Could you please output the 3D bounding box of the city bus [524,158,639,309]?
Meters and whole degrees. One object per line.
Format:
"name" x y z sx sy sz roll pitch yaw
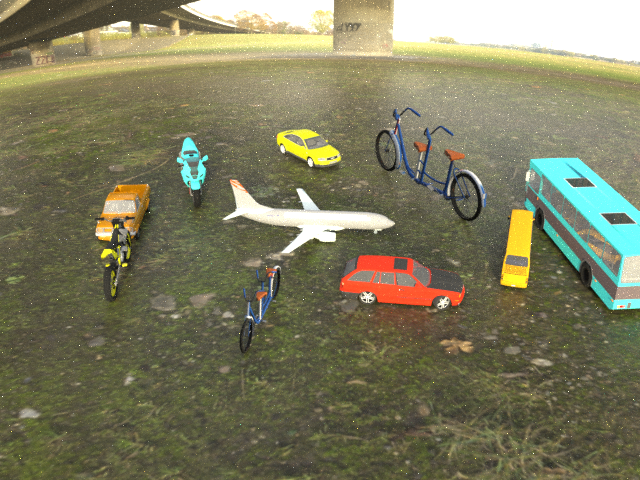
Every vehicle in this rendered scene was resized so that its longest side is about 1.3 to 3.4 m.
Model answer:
"city bus" 3.858 -0.172 9.932 0.926 0.894 3.255 -2 27 -4

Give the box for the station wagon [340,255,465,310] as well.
"station wagon" 1.069 0.512 9.067 1.597 0.473 0.682 4 28 8

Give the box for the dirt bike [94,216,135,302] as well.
"dirt bike" -2.719 0.151 9.348 0.527 0.857 1.493 -1 27 -3

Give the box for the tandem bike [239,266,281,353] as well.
"tandem bike" -0.706 0.697 8.483 0.283 0.682 1.642 6 28 11

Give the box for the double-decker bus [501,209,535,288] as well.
"double-decker bus" 2.788 0.074 9.840 0.389 0.541 1.672 8 28 15

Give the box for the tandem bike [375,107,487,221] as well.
"tandem bike" 1.781 -1.385 11.811 0.550 1.326 3.192 -13 30 -24

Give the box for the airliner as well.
"airliner" -0.129 -0.496 10.625 2.541 0.835 2.257 2 27 3

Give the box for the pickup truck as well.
"pickup truck" -3.067 -0.500 10.985 0.640 0.511 1.603 -2 27 -3

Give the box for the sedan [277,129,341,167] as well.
"sedan" -0.230 -1.834 13.597 0.635 0.483 1.613 -19 33 -32

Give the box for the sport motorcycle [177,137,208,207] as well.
"sport motorcycle" -2.172 -1.171 11.945 0.506 0.821 1.520 -6 28 -12
